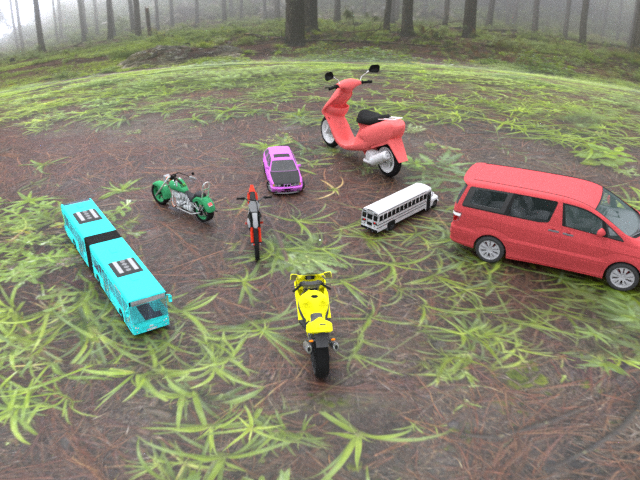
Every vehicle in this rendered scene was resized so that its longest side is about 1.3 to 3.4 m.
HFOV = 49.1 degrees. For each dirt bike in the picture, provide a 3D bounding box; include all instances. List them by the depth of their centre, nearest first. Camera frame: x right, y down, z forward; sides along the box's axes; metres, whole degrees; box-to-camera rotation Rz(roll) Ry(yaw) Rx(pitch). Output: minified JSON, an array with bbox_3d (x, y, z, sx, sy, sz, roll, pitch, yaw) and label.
[{"bbox_3d":[-0.994,-0.337,10.672,0.527,0.857,1.493,-3,28,-7],"label":"dirt bike"}]

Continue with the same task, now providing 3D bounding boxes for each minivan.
[{"bbox_3d":[3.471,-0.257,10.153,3.011,1.197,1.324,13,30,23],"label":"minivan"}]

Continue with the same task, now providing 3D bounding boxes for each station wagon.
[{"bbox_3d":[-0.704,-1.341,13.014,0.682,0.473,1.597,-4,28,-8],"label":"station wagon"}]

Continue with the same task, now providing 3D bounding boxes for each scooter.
[{"bbox_3d":[0.792,-2.372,13.571,1.288,1.786,2.721,-17,32,-29],"label":"scooter"}]

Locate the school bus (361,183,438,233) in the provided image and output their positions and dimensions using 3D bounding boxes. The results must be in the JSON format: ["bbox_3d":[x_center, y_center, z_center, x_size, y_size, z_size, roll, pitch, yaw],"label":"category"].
[{"bbox_3d":[1.361,-0.564,11.566,0.365,0.434,1.708,24,36,38],"label":"school bus"}]

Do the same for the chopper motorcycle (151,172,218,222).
[{"bbox_3d":[-2.309,-0.799,11.662,1.563,0.761,0.466,23,35,36],"label":"chopper motorcycle"}]

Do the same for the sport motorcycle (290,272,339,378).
[{"bbox_3d":[-0.060,0.940,8.264,0.506,0.821,1.520,-3,28,-6],"label":"sport motorcycle"}]

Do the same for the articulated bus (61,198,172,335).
[{"bbox_3d":[-2.960,0.263,9.842,0.605,0.561,3.401,-16,32,-28],"label":"articulated bus"}]
